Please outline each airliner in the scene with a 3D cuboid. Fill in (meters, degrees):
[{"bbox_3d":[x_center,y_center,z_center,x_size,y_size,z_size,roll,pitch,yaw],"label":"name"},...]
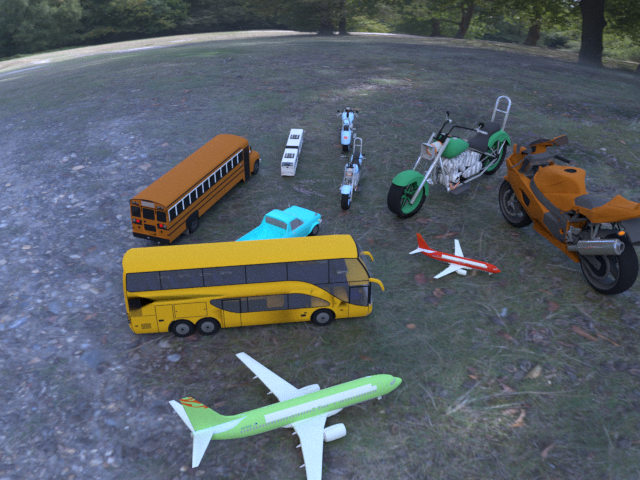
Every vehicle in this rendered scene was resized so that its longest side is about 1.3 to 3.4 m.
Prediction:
[{"bbox_3d":[-0.233,1.649,7.399,2.541,0.835,2.257,-13,33,-20],"label":"airliner"},{"bbox_3d":[1.998,0.213,10.223,1.307,0.429,1.161,13,33,21],"label":"airliner"}]

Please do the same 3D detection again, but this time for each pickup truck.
[{"bbox_3d":[-0.640,-0.135,10.731,0.640,0.511,1.603,20,36,29],"label":"pickup truck"}]

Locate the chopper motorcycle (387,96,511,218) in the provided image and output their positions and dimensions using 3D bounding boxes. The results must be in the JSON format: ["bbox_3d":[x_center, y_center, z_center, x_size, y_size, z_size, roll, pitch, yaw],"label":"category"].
[{"bbox_3d":[2.284,-1.455,12.009,3.040,1.480,0.906,-25,39,-35],"label":"chopper motorcycle"}]

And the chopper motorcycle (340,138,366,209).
[{"bbox_3d":[0.555,-1.174,12.240,0.466,0.761,1.563,6,31,9],"label":"chopper motorcycle"}]

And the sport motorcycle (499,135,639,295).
[{"bbox_3d":[3.579,-0.448,10.195,0.983,1.596,2.955,-12,33,-20],"label":"sport motorcycle"}]

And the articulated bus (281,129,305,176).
[{"bbox_3d":[-0.530,-1.726,13.637,0.311,0.289,1.749,2,31,4],"label":"articulated bus"}]

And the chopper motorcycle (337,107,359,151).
[{"bbox_3d":[0.562,-2.361,14.246,0.466,0.761,1.563,2,31,4],"label":"chopper motorcycle"}]

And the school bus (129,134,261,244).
[{"bbox_3d":[-1.974,-1.000,11.866,0.709,0.844,3.322,11,32,18],"label":"school bus"}]

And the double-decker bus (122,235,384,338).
[{"bbox_3d":[-0.841,0.566,9.017,3.251,1.052,0.756,-4,31,-6],"label":"double-decker bus"}]
